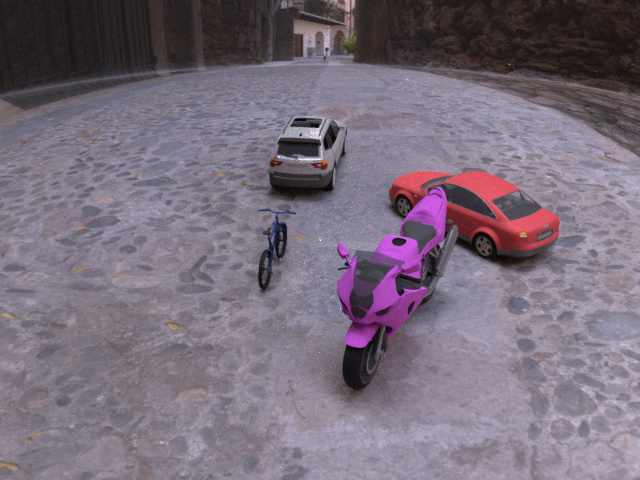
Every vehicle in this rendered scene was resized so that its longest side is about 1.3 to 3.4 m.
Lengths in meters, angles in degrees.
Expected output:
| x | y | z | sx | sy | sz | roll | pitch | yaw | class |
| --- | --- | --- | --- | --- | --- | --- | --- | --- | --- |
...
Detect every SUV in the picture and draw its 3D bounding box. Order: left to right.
| x | y | z | sx | sy | sz | roll | pitch | yaw | class |
| --- | --- | --- | --- | --- | --- | --- | --- | --- | --- |
| -0.193 | -1.909 | 13.800 | 1.276 | 1.128 | 3.058 | 4 | 28 | 8 | SUV |

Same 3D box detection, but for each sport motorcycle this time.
| x | y | z | sx | sy | sz | roll | pitch | yaw | class |
| --- | --- | --- | --- | --- | --- | --- | --- | --- | --- |
| 0.967 | 0.515 | 8.623 | 0.983 | 1.596 | 2.955 | 13 | 30 | 23 | sport motorcycle |

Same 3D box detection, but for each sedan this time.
| x | y | z | sx | sy | sz | roll | pitch | yaw | class |
| --- | --- | --- | --- | --- | --- | --- | --- | --- | --- |
| 2.437 | -0.623 | 11.529 | 1.235 | 0.940 | 3.137 | -19 | 33 | -33 | sedan |

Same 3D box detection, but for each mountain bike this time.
| x | y | z | sx | sy | sz | roll | pitch | yaw | class |
| --- | --- | --- | --- | --- | --- | --- | --- | --- | --- |
| -0.683 | 0.074 | 10.264 | 0.573 | 0.868 | 1.469 | 5 | 28 | 10 | mountain bike |
